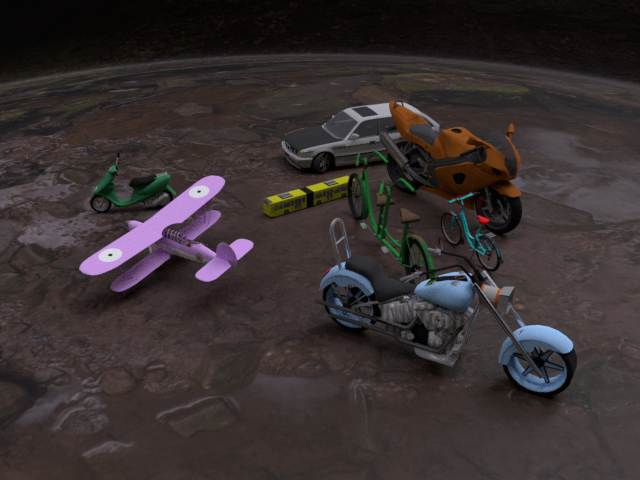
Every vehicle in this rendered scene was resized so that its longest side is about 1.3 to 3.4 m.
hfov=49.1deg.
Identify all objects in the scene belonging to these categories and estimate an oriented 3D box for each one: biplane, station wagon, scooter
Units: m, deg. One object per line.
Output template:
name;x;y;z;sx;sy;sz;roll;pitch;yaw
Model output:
biplane;-1.972;0.071;9.621;2.120;0.981;2.598;18;33;30
station wagon;0.794;-2.074;13.700;3.105;0.920;1.327;-10;30;-18
scooter;-3.107;-0.917;11.535;1.399;0.919;0.662;-6;29;-11

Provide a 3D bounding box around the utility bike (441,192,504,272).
utility bike;2.136;-0.145;10.062;0.535;0.946;1.435;-13;31;-24

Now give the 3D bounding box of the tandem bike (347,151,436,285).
tandem bike;0.952;-0.388;10.114;0.550;1.326;3.192;-8;29;-15

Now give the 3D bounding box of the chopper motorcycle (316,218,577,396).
chopper motorcycle;1.359;0.725;7.868;3.040;1.480;0.906;15;31;25

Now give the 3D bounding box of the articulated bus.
articulated bus;-0.151;-0.748;11.889;1.749;0.289;0.311;-18;33;-30

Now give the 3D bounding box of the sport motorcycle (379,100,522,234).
sport motorcycle;2.121;-1.235;11.412;0.983;1.596;2.955;-20;34;-32
